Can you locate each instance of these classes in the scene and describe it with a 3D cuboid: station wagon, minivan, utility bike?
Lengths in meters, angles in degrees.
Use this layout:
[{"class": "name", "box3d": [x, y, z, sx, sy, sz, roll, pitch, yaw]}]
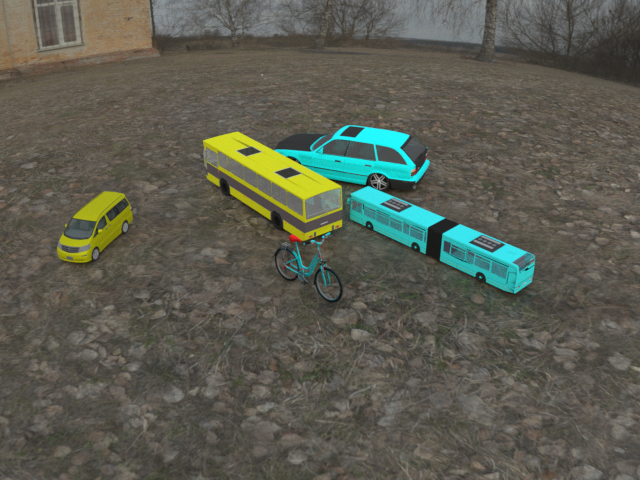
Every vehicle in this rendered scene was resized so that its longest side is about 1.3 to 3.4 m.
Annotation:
[{"class": "station wagon", "box3d": [0.568, -1.738, 13.886, 3.105, 0.920, 1.327, 12, 31, 19]}, {"class": "minivan", "box3d": [-3.705, -0.223, 11.520, 0.681, 0.616, 1.548, 8, 30, 14]}, {"class": "utility bike", "box3d": [-0.164, 0.299, 10.262, 1.435, 0.946, 0.535, 25, 38, 37]}]

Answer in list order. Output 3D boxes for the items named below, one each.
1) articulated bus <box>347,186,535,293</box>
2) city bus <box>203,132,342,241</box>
[{"class": "articulated bus", "box3d": [1.834, -0.077, 11.316, 0.605, 0.561, 3.401, -25, 38, -37]}, {"class": "city bus", "box3d": [-0.930, -1.004, 12.616, 0.926, 0.894, 3.255, -21, 36, -32]}]
